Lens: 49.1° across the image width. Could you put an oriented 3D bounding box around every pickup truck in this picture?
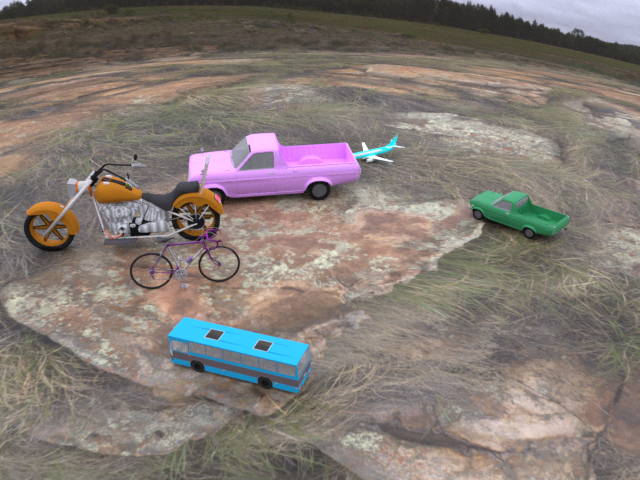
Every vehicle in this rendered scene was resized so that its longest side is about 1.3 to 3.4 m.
[{"bbox_3d":[3.277,-0.482,11.601,1.603,0.511,0.640,24,37,37],"label":"pickup truck"},{"bbox_3d":[-0.860,-1.357,12.677,3.117,0.993,1.244,-5,29,-8],"label":"pickup truck"}]

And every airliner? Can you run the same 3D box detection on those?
[{"bbox_3d":[1.039,-1.846,14.136,1.307,0.429,1.161,-14,32,-24],"label":"airliner"}]

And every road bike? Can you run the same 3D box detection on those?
[{"bbox_3d":[-1.907,0.282,9.880,1.545,0.852,0.358,-6,30,-10],"label":"road bike"}]

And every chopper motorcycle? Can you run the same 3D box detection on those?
[{"bbox_3d":[-3.030,-0.575,10.773,3.040,1.480,0.906,-3,29,-5],"label":"chopper motorcycle"}]

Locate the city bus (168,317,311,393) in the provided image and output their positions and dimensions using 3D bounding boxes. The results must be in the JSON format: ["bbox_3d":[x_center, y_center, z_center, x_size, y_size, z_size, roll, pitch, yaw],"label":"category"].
[{"bbox_3d":[-0.962,1.371,8.324,1.674,0.460,0.476,10,31,17],"label":"city bus"}]
